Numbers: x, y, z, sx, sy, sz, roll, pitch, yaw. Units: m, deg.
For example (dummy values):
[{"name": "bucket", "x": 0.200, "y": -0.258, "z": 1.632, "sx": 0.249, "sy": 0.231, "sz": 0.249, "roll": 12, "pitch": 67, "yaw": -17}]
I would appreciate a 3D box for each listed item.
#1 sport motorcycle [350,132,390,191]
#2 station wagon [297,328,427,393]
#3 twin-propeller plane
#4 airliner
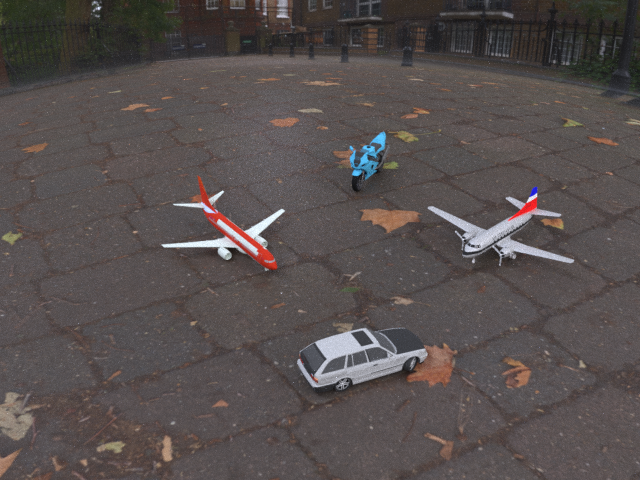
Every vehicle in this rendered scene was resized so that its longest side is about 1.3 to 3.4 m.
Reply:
[{"name": "sport motorcycle", "x": 0.957, "y": -1.542, "z": 13.695, "sx": 0.506, "sy": 0.821, "sz": 1.520, "roll": 13, "pitch": 31, "yaw": 22}, {"name": "station wagon", "x": 0.544, "y": 1.385, "z": 8.602, "sx": 1.597, "sy": 0.473, "sz": 0.682, "roll": -12, "pitch": 30, "yaw": -21}, {"name": "twin-propeller plane", "x": 2.948, "y": -0.235, "z": 11.288, "sx": 2.129, "sy": 0.792, "sz": 2.663, "roll": -25, "pitch": 37, "yaw": -38}, {"name": "airliner", "x": -1.390, "y": -0.267, "z": 11.302, "sx": 2.257, "sy": 0.835, "sz": 2.541, "roll": -19, "pitch": 33, "yaw": -31}]
